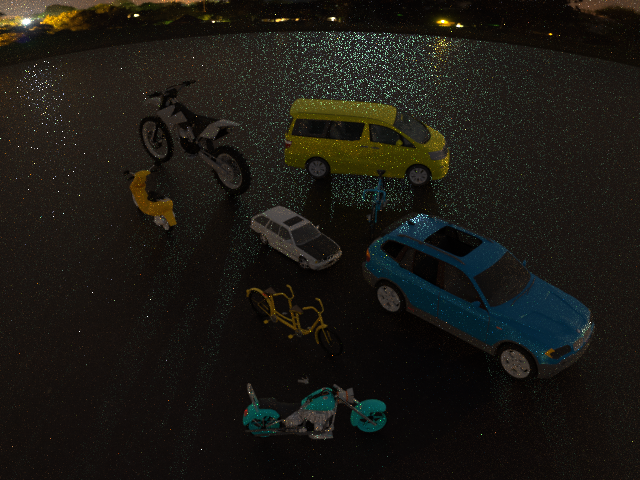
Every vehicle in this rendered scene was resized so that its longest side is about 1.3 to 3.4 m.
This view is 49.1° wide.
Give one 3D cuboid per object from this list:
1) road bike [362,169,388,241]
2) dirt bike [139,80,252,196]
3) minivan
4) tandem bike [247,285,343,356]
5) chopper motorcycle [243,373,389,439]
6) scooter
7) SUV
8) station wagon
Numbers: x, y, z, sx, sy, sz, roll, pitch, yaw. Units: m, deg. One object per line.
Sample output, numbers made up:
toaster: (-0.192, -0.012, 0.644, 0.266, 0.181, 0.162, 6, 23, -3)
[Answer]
road bike: (0.921, -0.633, 11.222, 0.358, 0.852, 1.545, 7, 33, 10)
dirt bike: (-2.319, -1.855, 12.409, 2.903, 1.666, 1.024, 24, 39, 33)
minivan: (0.875, -1.842, 12.831, 3.011, 1.197, 1.324, 5, 32, 8)
tandem bike: (-0.349, 0.924, 8.888, 1.642, 0.682, 0.283, 24, 39, 33)
chopper motorcycle: (-0.039, 1.787, 7.431, 1.563, 0.761, 0.466, -3, 32, -4)
scooter: (-2.737, -0.727, 11.308, 0.662, 0.919, 1.399, -23, 39, -32)
SUV: (1.967, 0.594, 8.994, 3.058, 1.128, 1.276, 26, 40, 35)
station wagon: (-0.377, -0.075, 10.685, 0.682, 0.473, 1.597, -26, 41, -35)
